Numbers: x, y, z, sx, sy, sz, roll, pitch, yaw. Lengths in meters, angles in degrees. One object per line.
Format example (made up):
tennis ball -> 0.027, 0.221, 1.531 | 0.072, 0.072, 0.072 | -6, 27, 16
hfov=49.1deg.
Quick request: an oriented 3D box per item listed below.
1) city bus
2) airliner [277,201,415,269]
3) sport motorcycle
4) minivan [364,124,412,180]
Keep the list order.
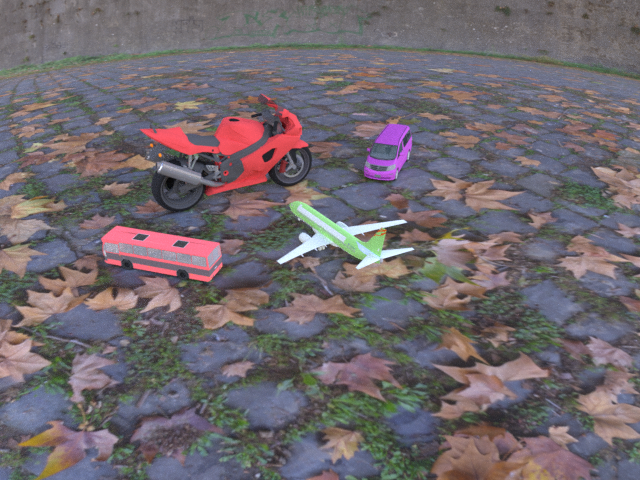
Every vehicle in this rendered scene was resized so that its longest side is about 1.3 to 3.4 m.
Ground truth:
city bus -> -2.241, 0.206, 9.926 | 1.674, 0.460, 0.476 | 9, 31, 16
airliner -> 0.212, -0.270, 10.389 | 2.257, 0.835, 2.541 | -18, 34, -28
sport motorcycle -> -1.454, -1.423, 11.661 | 2.955, 1.596, 0.983 | -15, 33, -25
minivan -> 1.283, -1.638, 13.043 | 0.681, 0.616, 1.548 | 10, 31, 17
